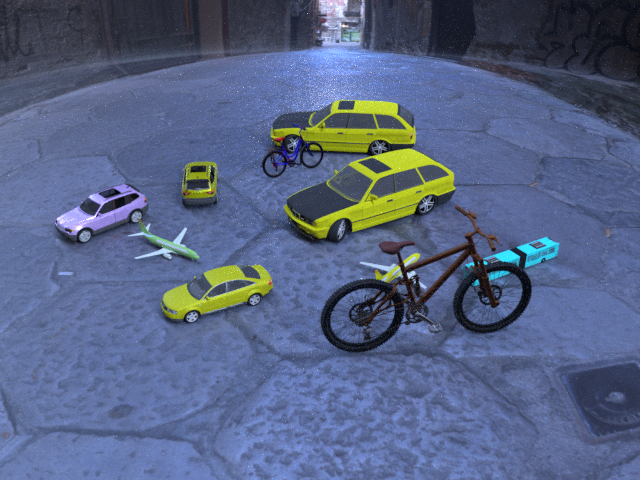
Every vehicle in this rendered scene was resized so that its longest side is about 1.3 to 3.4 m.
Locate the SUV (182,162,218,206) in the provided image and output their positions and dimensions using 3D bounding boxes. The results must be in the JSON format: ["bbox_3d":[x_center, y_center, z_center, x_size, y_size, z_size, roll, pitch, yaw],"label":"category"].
[{"bbox_3d":[-2.228,-1.143,13.009,0.656,0.580,1.572,-3,30,-5],"label":"SUV"}]

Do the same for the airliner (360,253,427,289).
[{"bbox_3d":[1.169,0.380,10.514,1.161,0.429,1.307,21,36,32],"label":"airliner"}]

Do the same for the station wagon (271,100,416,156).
[{"bbox_3d":[0.489,-2.453,14.944,3.105,0.920,1.327,3,30,5],"label":"station wagon"}]

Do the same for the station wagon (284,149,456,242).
[{"bbox_3d":[0.880,-0.874,12.200,3.105,0.920,1.327,-17,34,-27],"label":"station wagon"}]

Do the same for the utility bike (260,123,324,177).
[{"bbox_3d":[-0.572,-1.778,13.746,1.435,0.946,0.535,-17,34,-27],"label":"utility bike"}]

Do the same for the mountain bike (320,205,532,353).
[{"bbox_3d":[1.404,0.605,8.861,2.857,1.688,1.114,-7,31,-11],"label":"mountain bike"}]

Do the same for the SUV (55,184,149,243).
[{"bbox_3d":[-3.696,-0.492,11.877,1.572,0.580,0.656,-26,39,-37],"label":"SUV"}]

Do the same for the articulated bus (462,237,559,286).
[{"bbox_3d":[2.951,0.318,10.762,1.749,0.289,0.311,-16,34,-26],"label":"articulated bus"}]

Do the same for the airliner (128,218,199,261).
[{"bbox_3d":[-2.432,0.000,11.174,1.307,0.429,1.161,18,34,28],"label":"airliner"}]

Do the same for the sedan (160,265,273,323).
[{"bbox_3d":[-1.457,0.698,9.907,1.613,0.483,0.635,-14,33,-23],"label":"sedan"}]
